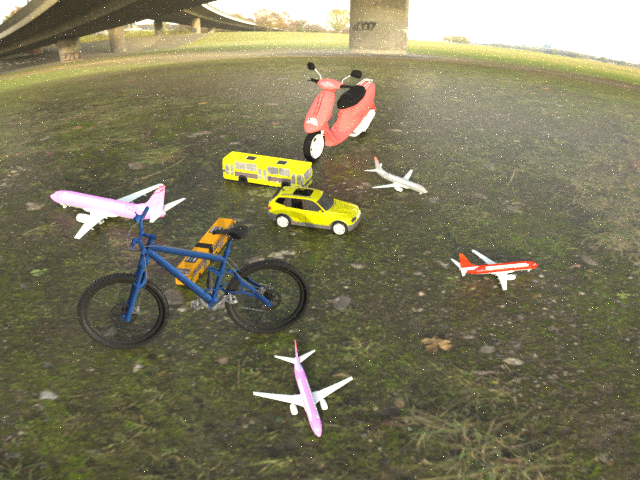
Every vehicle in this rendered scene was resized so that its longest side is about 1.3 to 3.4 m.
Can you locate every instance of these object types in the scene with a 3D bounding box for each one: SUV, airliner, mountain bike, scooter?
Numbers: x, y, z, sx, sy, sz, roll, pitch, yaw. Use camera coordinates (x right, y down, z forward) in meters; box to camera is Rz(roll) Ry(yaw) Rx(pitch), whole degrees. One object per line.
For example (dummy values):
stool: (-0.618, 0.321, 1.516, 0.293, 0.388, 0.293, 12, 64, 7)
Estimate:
SUV: (-0.098, -0.529, 11.695, 1.572, 0.580, 0.656, 7, 30, 13)
airliner: (2.619, 0.330, 10.281, 1.307, 0.429, 1.161, -6, 29, -10)
mountain bike: (-1.535, 0.541, 8.581, 2.857, 1.688, 1.114, -5, 29, -9)
airliner: (1.484, -1.195, 13.072, 1.307, 0.429, 1.161, 25, 37, 38)
airliner: (-3.596, -0.739, 11.814, 2.541, 0.835, 2.257, 12, 31, 21)
scooter: (0.444, -2.806, 14.605, 1.288, 1.786, 2.721, 18, 33, 29)
airliner: (-0.155, 1.653, 7.859, 1.161, 0.429, 1.307, -6, 29, -12)

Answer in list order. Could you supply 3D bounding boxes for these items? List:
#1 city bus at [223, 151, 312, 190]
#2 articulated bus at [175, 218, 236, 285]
city bus: (-0.994, -1.289, 13.211, 1.674, 0.460, 0.476, 10, 30, 18)
articulated bus: (-1.742, 0.153, 10.752, 0.311, 0.289, 1.749, 7, 29, 13)
